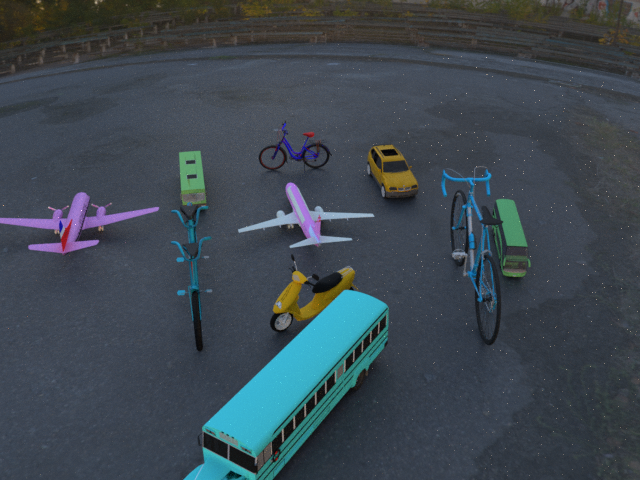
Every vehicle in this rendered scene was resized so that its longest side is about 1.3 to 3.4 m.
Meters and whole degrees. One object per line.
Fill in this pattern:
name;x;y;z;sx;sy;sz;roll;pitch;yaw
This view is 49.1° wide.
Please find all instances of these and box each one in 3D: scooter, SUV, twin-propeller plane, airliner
scooter;-0.068;0.669;9.380;1.399;0.919;0.662;-19;35;-28
SUV;1.332;-1.302;13.028;0.656;0.580;1.572;-6;31;-10
twin-propeller plane;-3.962;-0.377;11.265;2.663;0.792;2.129;-4;31;-7
airliner;-0.273;-0.579;11.563;2.257;0.835;2.541;-7;31;-12

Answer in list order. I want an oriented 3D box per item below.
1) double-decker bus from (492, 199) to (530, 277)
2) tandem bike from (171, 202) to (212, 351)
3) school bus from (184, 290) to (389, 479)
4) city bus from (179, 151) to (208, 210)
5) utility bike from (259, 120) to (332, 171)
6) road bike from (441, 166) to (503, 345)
double-decker bus;2.956;-0.035;10.935;0.389;0.541;1.672;3;31;5
tandem bike;-1.776;0.192;9.785;0.550;1.326;3.192;-5;31;-9
school bus;-0.294;1.729;7.669;0.709;0.844;3.322;18;35;27
city bus;-2.328;-1.079;12.771;0.476;0.460;1.674;-6;31;-10
utility bike;-0.466;-1.760;13.441;1.435;0.946;0.535;-3;31;-5
road bike;2.126;0.081;9.648;0.696;1.656;3.004;-1;31;-1
